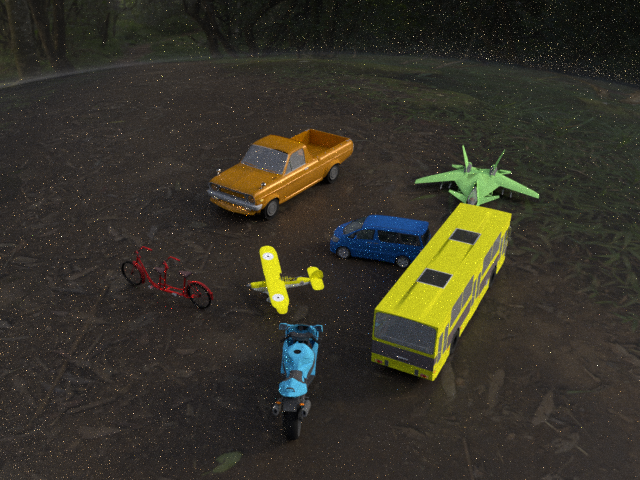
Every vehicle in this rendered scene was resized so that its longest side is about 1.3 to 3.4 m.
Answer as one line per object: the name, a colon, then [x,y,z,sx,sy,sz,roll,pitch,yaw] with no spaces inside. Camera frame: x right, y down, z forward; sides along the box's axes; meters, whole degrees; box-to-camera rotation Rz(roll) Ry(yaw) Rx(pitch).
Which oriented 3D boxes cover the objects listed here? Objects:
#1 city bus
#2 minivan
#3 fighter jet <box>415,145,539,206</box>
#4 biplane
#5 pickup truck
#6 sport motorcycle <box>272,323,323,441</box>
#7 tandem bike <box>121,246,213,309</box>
city bus: [1.726,0.596,9.429,0.926,0.894,3.255,14,32,24]
minivan: [0.927,-0.033,10.847,1.548,0.616,0.681,9,30,15]
fighter jet: [2.795,-0.965,12.582,2.229,0.557,2.640,8,30,15]
biplane: [-0.486,0.607,9.809,1.090,0.504,1.336,-6,30,-11]
pickup truck: [-0.651,-1.392,12.902,1.244,0.993,3.117,19,34,30]
sport motorcycle: [-0.252,1.514,7.853,0.506,0.821,1.520,2,29,4]
tandem bike: [-2.175,0.508,9.805,1.642,0.682,0.283,15,32,25]
